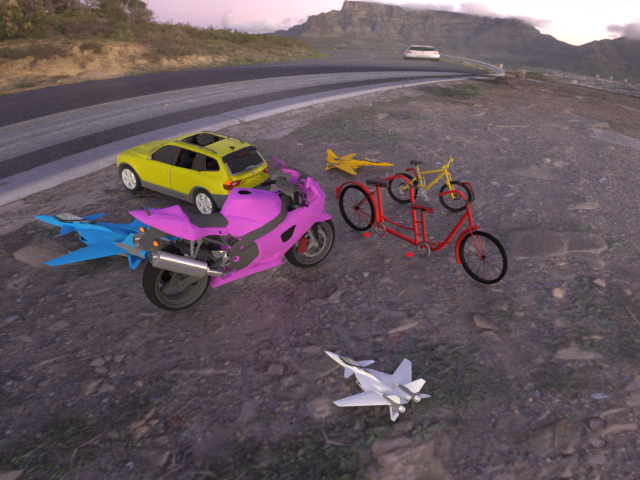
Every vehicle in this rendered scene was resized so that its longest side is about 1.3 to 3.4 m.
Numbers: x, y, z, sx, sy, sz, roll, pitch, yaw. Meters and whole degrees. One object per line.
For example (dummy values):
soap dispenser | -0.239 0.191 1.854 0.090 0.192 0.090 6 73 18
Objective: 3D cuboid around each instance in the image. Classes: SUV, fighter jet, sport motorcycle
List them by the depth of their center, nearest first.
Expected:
fighter jet | 0.518 1.451 7.722 1.147 0.286 1.358 -22 34 -37
sport motorcycle | -1.027 -0.073 9.293 2.955 1.596 0.983 -17 31 -30
fighter jet | -3.505 -0.256 10.811 2.640 0.557 2.229 14 30 25
SUV | -2.273 -1.328 12.305 3.058 1.128 1.276 18 32 32
fighter jet | 0.785 -1.560 13.701 1.358 0.286 1.147 1 27 2

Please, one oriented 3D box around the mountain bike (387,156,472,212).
mountain bike | 1.850 -0.947 11.837 1.469 0.868 0.573 11 29 20

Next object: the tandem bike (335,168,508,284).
tandem bike | 1.382 -0.387 10.218 0.550 1.326 3.192 -24 35 -39
